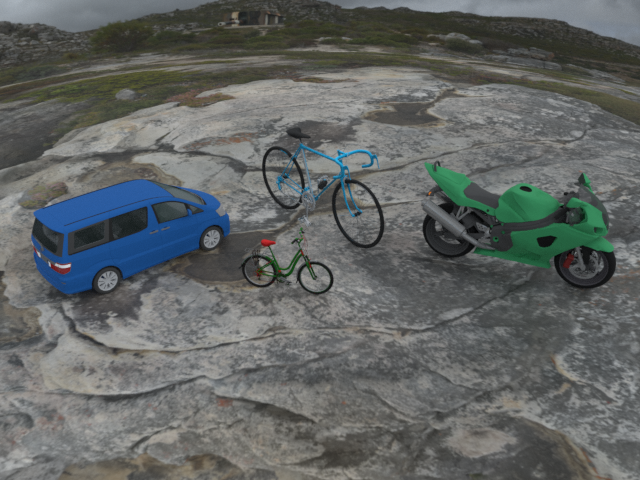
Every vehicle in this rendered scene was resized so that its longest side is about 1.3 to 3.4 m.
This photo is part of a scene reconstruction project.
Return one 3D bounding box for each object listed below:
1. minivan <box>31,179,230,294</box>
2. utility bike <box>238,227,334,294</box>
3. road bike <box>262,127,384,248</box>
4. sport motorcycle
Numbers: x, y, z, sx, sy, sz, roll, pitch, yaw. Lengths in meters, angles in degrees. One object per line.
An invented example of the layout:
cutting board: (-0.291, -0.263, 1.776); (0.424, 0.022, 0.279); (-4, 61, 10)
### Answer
minivan: (-2.826, -0.229, 10.796); (3.011, 1.197, 1.324); (-24, 38, -36)
utility bike: (-0.491, 0.295, 10.134); (1.435, 0.946, 0.535); (6, 30, 11)
road bike: (-0.030, -0.966, 11.621); (0.697, 1.656, 3.004); (-24, 38, -36)
sport motorcycle: (2.910, -0.238, 10.409); (2.955, 1.596, 0.983); (14, 33, 23)
